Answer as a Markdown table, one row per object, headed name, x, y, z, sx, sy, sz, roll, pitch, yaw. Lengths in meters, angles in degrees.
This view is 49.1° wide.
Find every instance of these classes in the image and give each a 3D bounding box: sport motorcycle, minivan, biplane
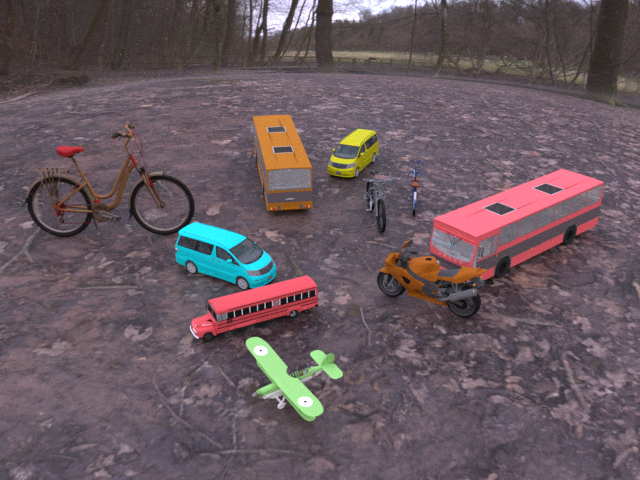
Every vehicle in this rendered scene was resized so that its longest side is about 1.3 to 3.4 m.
| name | x | y | z | sx | sy | sz | roll | pitch | yaw |
| --- | --- | --- | --- | --- | --- | --- | --- | --- | --- |
| sport motorcycle | 1.467 | 0.535 | 9.399 | 1.520 | 0.821 | 0.506 | 14 | 30 | 26 |
| minivan | -1.382 | 0.220 | 10.267 | 1.548 | 0.616 | 0.681 | 15 | 30 | 27 |
| biplane | -0.270 | 1.543 | 7.719 | 1.090 | 0.504 | 1.336 | -18 | 31 | -31 |
| minivan | 0.687 | -1.770 | 14.290 | 0.681 | 0.616 | 1.548 | 12 | 29 | 22 |

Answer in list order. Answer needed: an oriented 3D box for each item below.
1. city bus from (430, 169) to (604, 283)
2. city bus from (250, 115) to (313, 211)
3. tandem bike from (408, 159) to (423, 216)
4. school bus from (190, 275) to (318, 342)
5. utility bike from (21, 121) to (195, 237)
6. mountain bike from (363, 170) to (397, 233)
| name | x | y | z | sx | sy | sz | roll | pitch | yaw |
| --- | --- | --- | --- | --- | --- | --- | --- | --- | --- |
| city bus | 3.109 | -0.230 | 10.862 | 3.255 | 0.894 | 0.926 | -20 | 33 | -35 |
| city bus | -0.766 | -1.514 | 13.459 | 0.926 | 0.894 | 3.255 | -4 | 27 | -8 |
| tandem bike | 1.716 | -0.998 | 12.654 | 0.283 | 0.682 | 1.642 | 3 | 27 | 6 |
| school bus | -0.853 | 0.882 | 9.133 | 1.708 | 0.434 | 0.365 | -13 | 29 | -24 |
| utility bike | -3.433 | -0.956 | 11.264 | 2.791 | 1.839 | 1.039 | -1 | 26 | -2 |
| mountain bike | 0.949 | -0.736 | 11.914 | 0.573 | 0.868 | 1.469 | -3 | 27 | -6 |
